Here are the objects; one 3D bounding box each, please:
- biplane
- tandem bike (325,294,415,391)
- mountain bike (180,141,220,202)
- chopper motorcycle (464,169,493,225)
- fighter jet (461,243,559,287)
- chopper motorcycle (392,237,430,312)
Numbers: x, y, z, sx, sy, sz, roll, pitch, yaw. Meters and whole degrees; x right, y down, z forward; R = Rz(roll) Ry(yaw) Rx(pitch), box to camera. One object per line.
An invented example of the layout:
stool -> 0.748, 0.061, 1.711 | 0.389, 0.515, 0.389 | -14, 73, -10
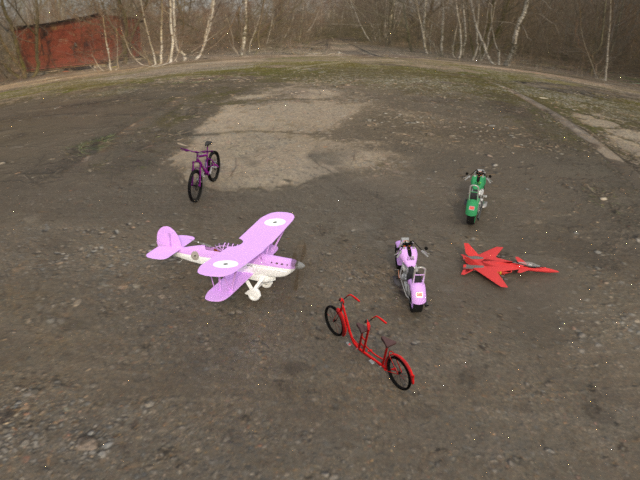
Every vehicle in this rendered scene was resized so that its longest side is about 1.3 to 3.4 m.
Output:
biplane -> -1.199, 0.209, 9.350 | 2.120, 0.981, 2.598 | 8, 29, 15
tandem bike -> 0.528, 1.102, 7.997 | 0.283, 0.682, 1.642 | -18, 33, -30
mountain bike -> -2.028, -1.268, 12.232 | 0.573, 0.868, 1.469 | 6, 29, 11
chopper motorcycle -> 2.589, -0.828, 11.524 | 0.466, 0.761, 1.563 | 8, 29, 15
fighter jet -> 2.689, 0.316, 9.886 | 1.358, 0.286, 1.147 | 5, 28, 9
chopper motorcycle -> 1.193, 0.332, 9.354 | 0.466, 0.761, 1.563 | -2, 28, -3
